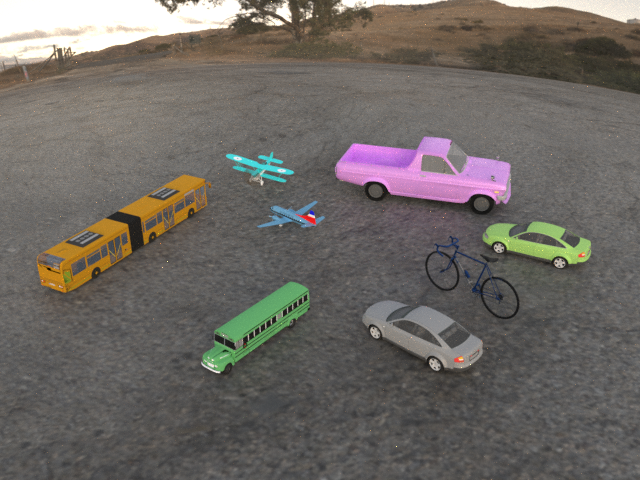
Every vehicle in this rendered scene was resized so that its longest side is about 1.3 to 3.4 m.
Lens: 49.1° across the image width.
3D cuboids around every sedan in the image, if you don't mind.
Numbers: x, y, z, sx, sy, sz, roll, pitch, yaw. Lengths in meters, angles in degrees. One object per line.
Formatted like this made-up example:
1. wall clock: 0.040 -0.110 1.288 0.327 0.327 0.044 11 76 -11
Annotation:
1. sedan: 1.231 1.096 8.622 1.613 0.483 0.635 24 36 38
2. sedan: 3.306 -0.004 10.718 1.613 0.483 0.635 15 31 26

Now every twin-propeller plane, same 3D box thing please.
1. twin-propeller plane: -0.458 -0.435 11.621 1.095 0.407 1.370 24 36 38

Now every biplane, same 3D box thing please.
1. biplane: -1.077 -1.362 13.282 1.336 0.504 1.090 8 29 16

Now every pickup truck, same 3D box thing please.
1. pickup truck: 1.877 -1.285 12.610 3.117 0.993 1.244 8 29 16

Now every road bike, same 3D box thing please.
1. road bike: 2.024 0.482 9.396 0.358 0.852 1.545 -23 36 -37

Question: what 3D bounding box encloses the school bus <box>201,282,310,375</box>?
1. school bus: -0.781 1.075 8.716 0.365 0.434 1.708 19 33 32

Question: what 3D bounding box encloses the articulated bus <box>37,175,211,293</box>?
1. articulated bus: -2.940 -0.200 11.006 0.605 0.561 3.401 14 31 24
